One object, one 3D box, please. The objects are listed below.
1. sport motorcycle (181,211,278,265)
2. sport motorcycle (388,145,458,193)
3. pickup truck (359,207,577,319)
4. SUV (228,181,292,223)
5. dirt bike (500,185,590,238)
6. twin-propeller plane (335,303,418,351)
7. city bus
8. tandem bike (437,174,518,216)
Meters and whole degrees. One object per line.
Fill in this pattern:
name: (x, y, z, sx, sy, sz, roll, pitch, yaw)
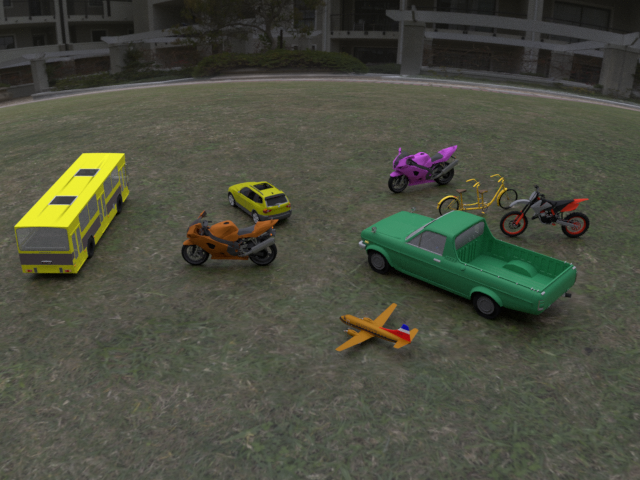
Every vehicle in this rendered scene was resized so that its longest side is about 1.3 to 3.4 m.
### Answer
sport motorcycle: (-1.392, 0.016, 10.779, 1.520, 0.821, 0.506, 0, 26, 0)
sport motorcycle: (1.999, -1.390, 13.616, 1.520, 0.821, 0.506, -12, 29, -22)
pickup truck: (2.068, 0.202, 10.211, 3.117, 0.993, 1.244, 22, 34, 37)
SUV: (-1.107, -0.770, 12.638, 0.656, 0.580, 1.572, -16, 30, -29)
dirt bike: (3.762, -0.430, 11.640, 1.493, 0.857, 0.527, 1, 26, 1)
twin-propeller plane: (0.698, 1.115, 9.029, 1.095, 0.407, 1.370, 18, 32, 33)
city bus: (-4.022, -0.501, 11.741, 0.926, 0.894, 3.255, 0, 26, 0)
tandem bike: (2.847, -0.785, 12.554, 1.642, 0.682, 0.283, -8, 28, -17)
